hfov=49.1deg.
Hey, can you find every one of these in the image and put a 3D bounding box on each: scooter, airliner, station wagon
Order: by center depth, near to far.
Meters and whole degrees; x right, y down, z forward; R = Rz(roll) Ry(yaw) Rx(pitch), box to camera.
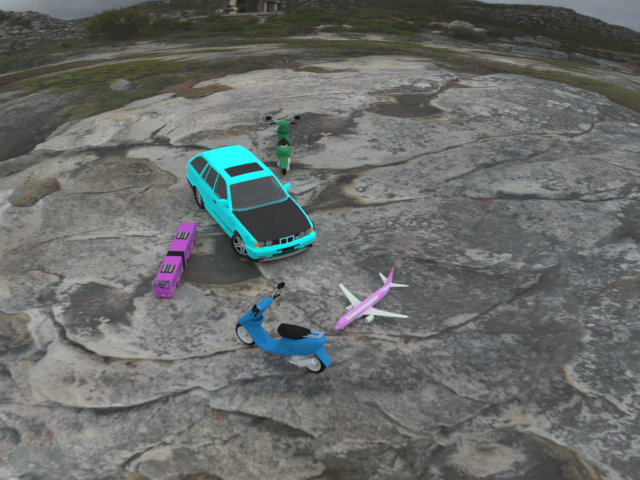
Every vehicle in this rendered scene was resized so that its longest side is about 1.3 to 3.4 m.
[{"bbox_3d":[-0.481,1.083,8.524,1.399,0.919,0.662,18,35,27],"label":"scooter"},{"bbox_3d":[0.623,0.800,9.468,1.161,0.429,1.307,24,39,34],"label":"airliner"},{"bbox_3d":[-1.203,-0.732,11.537,1.327,0.920,3.105,-15,34,-24],"label":"station wagon"},{"bbox_3d":[-0.701,-1.892,13.466,0.662,0.919,1.399,-2,31,-3],"label":"scooter"}]

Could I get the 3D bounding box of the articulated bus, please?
[{"bbox_3d":[-2.139,0.261,10.500,0.311,0.289,1.749,2,31,3],"label":"articulated bus"}]
